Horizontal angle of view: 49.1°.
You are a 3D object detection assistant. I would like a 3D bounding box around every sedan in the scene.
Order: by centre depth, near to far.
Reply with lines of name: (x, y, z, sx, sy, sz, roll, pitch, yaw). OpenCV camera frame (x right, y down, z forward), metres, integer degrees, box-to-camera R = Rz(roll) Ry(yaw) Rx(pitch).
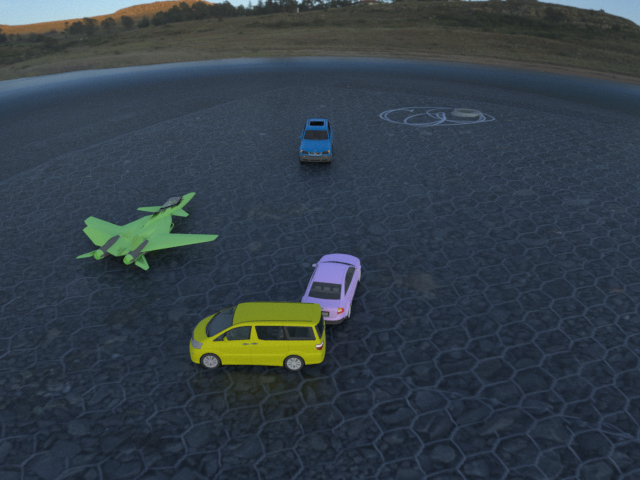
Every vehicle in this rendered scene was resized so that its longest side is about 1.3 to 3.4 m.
sedan: (0.166, 0.543, 9.124, 0.635, 0.483, 1.613, 5, 28, 10)

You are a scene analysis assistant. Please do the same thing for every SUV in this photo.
SUV: (-0.070, -2.011, 14.014, 0.656, 0.580, 1.572, 1, 27, 2)

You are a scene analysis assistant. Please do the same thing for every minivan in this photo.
minivan: (-0.711, 1.061, 7.966, 1.548, 0.616, 0.681, 1, 27, 2)

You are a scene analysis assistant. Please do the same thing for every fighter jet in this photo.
fighter jet: (-2.554, -0.396, 10.879, 2.229, 0.557, 2.640, 8, 28, 15)
